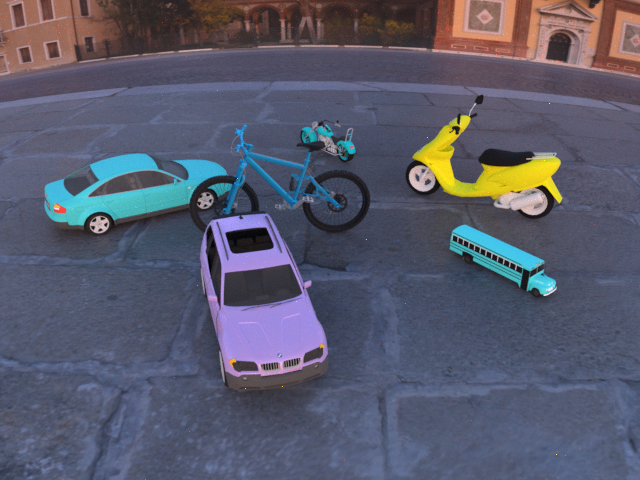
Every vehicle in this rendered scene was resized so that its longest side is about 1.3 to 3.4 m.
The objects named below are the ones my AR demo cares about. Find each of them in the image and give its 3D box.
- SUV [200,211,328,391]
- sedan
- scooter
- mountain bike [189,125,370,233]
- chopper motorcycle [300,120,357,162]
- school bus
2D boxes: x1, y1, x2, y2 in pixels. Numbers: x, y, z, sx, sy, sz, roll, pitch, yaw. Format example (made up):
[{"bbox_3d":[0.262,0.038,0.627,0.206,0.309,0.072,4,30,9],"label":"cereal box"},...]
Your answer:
[{"bbox_3d":[-0.810,0.636,8.888,1.276,1.128,3.058,-7,30,-13],"label":"SUV"},{"bbox_3d":[-3.031,-0.934,11.859,3.137,0.940,1.235,-15,33,-25],"label":"sedan"},{"bbox_3d":[2.745,-1.370,11.771,2.721,1.786,1.288,15,33,24],"label":"scooter"},{"bbox_3d":[-0.618,-0.822,10.900,2.857,1.688,1.114,-3,30,-6],"label":"mountain bike"},{"bbox_3d":[0.138,-2.075,14.062,0.466,0.761,1.563,-23,37,-34],"label":"chopper motorcycle"},{"bbox_3d":[2.661,0.292,10.203,0.365,0.434,1.708,-23,37,-34],"label":"school bus"}]
